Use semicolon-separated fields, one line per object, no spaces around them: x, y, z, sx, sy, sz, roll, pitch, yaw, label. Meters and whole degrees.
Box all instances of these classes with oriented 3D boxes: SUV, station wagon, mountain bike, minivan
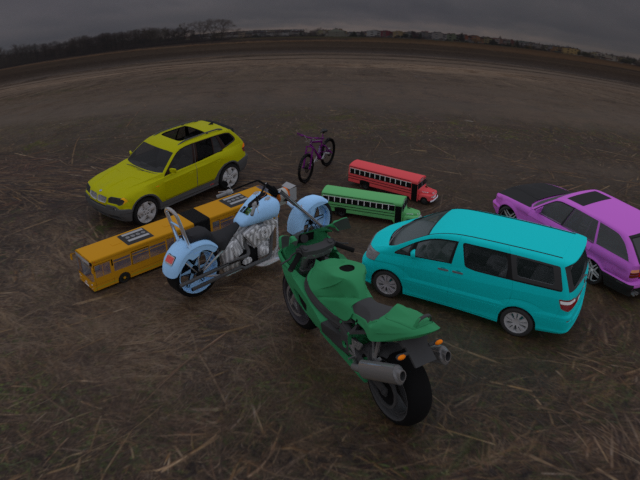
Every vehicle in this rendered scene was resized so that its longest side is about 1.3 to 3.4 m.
-2.674;-1.296;12.434;1.276;1.128;3.058;23;36;35;SUV
4.025;-0.270;10.808;1.327;0.920;3.105;-14;32;-23;station wagon
-0.056;-1.673;13.378;0.573;0.868;1.469;14;32;24;mountain bike
2.044;0.281;9.538;3.011;1.197;1.324;16;33;26;minivan

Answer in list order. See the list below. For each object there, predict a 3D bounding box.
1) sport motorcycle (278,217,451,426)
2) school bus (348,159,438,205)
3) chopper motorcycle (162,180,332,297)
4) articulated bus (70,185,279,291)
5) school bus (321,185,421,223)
0.335;0.855;8.099;0.983;1.596;2.955;-17;33;-27;sport motorcycle
1.328;-1.063;12.730;1.708;0.434;0.365;17;34;28;school bus
-0.957;-0.228;10.159;3.040;1.480;0.906;-26;38;-38;chopper motorcycle
-2.107;-0.096;10.866;3.401;0.561;0.605;-24;37;-36;articulated bus
0.869;-0.588;11.877;1.708;0.434;0.365;10;31;17;school bus
